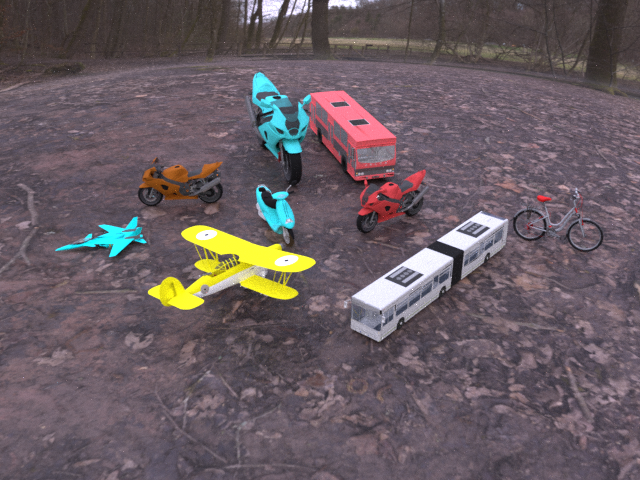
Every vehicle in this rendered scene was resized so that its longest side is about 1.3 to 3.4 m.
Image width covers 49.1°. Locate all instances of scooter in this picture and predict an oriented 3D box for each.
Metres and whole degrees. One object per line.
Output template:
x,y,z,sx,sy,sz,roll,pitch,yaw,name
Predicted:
-0.734,-0.547,11.368,0.662,0.919,1.399,-13,31,-23,scooter

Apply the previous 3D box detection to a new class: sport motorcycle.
-2.454,-1.006,12.329,1.520,0.821,0.506,-3,28,-6,sport motorcycle
-0.853,-2.262,13.852,0.983,1.596,2.955,-9,29,-15,sport motorcycle
1.197,-0.653,11.670,1.520,0.821,0.506,-21,35,-34,sport motorcycle

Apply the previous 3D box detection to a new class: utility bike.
3.738,-0.362,10.995,1.435,0.946,0.535,13,31,23,utility bike

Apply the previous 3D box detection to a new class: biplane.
-1.270,0.442,9.457,2.598,0.981,2.120,25,37,38,biplane

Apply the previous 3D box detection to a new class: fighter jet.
-3.499,-0.041,11.094,1.358,0.286,1.147,-12,30,-21,fighter jet

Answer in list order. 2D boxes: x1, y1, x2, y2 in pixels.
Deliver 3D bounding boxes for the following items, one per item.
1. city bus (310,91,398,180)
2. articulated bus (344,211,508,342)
0.596,-2.188,14.456,0.926,0.894,3.255,-8,29,-14,city bus
1.643,0.418,9.945,0.605,0.561,3.401,22,35,35,articulated bus
